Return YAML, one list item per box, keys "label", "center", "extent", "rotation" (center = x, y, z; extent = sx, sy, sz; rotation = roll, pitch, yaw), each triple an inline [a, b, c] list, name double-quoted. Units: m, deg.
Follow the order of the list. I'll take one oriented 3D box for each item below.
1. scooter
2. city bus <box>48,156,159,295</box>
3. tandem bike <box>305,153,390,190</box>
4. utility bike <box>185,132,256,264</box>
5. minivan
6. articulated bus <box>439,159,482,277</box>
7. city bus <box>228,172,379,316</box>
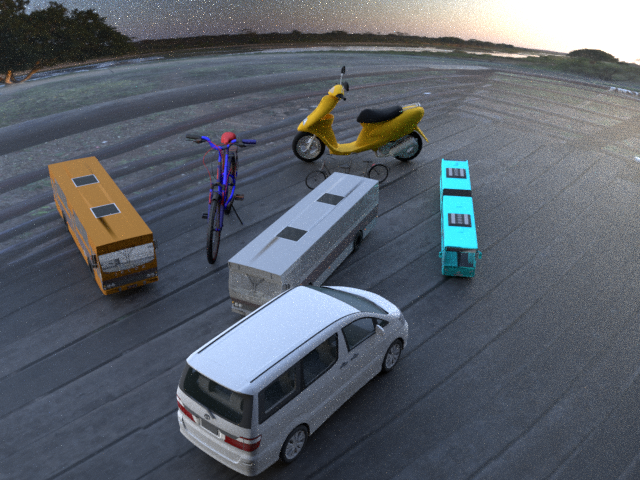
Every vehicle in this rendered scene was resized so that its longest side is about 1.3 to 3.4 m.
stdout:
- label: "scooter"
  center: [0.798, -2.378, 13.732]
  extent: [2.721, 1.786, 1.288]
  rotation: [-1, 29, -1]
- label: "city bus"
  center: [-3.437, -0.295, 10.908]
  extent: [0.926, 0.894, 3.255]
  rotation: [-16, 33, -26]
- label: "tandem bike"
  center: [0.526, -1.292, 12.917]
  extent: [1.642, 0.682, 0.283]
  rotation: [-7, 30, -12]
- label: "utility bike"
  center: [-1.456, -0.919, 11.059]
  extent: [1.039, 1.839, 2.791]
  rotation: [1, 29, 1]
- label: "minivan"
  center: [-0.166, 1.255, 7.813]
  extent: [1.324, 1.197, 3.011]
  rotation: [21, 35, 33]
- label: "articulated bus"
  center: [2.250, -0.471, 11.567]
  extent: [0.605, 0.561, 3.401]
  rotation: [4, 29, 7]
- label: "city bus"
  center: [-0.122, 0.044, 10.300]
  extent: [0.926, 0.894, 3.255]
  rotation: [14, 32, 23]
